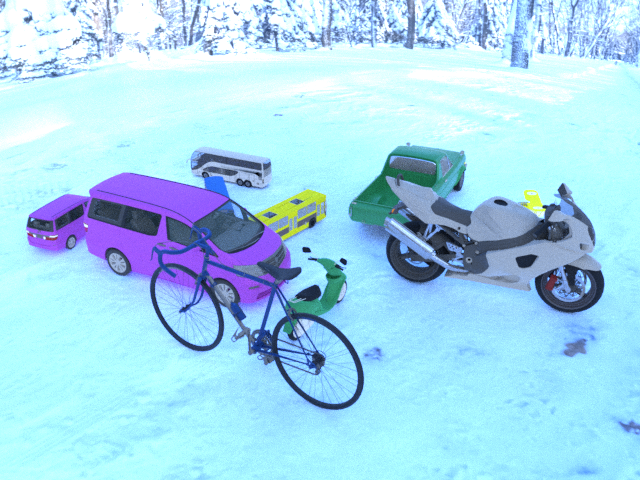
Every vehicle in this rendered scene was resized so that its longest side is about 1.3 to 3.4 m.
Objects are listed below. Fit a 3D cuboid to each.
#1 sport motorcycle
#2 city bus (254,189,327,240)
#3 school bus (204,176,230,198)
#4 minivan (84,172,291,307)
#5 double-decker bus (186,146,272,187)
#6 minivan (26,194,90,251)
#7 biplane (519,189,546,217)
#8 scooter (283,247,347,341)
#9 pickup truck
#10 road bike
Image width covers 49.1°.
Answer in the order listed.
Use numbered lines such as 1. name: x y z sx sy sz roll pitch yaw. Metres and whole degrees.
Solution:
1. sport motorcycle: 2.247 0.033 9.228 2.955 1.596 0.983 11 30 20
2. city bus: -0.567 -0.298 11.078 0.476 0.460 1.674 21 34 34
3. school bus: -1.652 -0.544 11.573 0.365 0.434 1.708 -7 28 -12
4. minivan: -1.869 -0.069 9.851 3.011 1.197 1.324 13 31 24
5. double-decker bus: -1.687 -1.366 13.020 1.672 0.541 0.389 13 30 23
6. minivan: -3.902 -0.376 11.059 0.681 0.616 1.548 10 30 19
7. biplane: 3.328 -0.535 11.481 1.090 0.504 1.336 5 28 9
8. scooter: -0.030 0.629 8.823 0.662 0.919 1.399 17 32 29
9. pickup truck: 1.570 -0.991 11.823 1.244 0.993 3.117 12 30 22
10. road bike: -0.809 0.820 7.668 3.004 1.656 0.696 17 32 29
